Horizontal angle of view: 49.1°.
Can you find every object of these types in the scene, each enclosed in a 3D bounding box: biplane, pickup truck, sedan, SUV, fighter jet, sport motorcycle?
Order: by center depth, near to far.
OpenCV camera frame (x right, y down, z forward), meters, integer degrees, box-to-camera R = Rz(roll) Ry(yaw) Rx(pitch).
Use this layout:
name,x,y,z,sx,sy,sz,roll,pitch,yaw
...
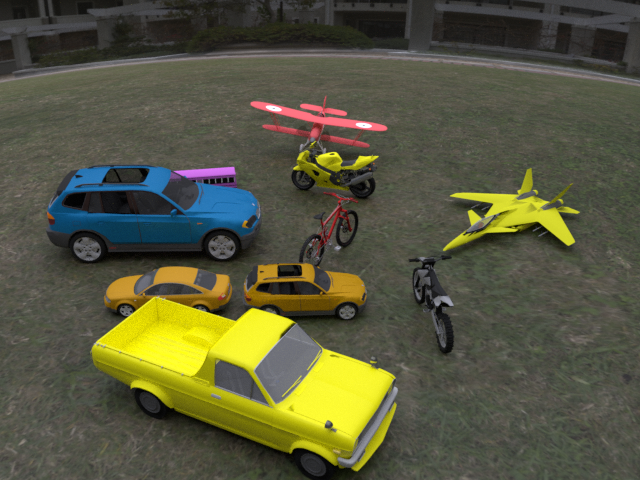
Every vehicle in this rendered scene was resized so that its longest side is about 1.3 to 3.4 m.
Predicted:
name,x,y,z,sx,sy,sz,roll,pitch,yaw
pickup truck,-0.797,1.301,7.109,3.117,0.993,1.244,14,31,23
SUV,-0.191,0.616,8.800,1.572,0.580,0.656,-2,29,-3
sedan,-1.931,0.625,8.884,1.613,0.483,0.635,0,29,1
SUV,-2.387,-0.451,10.187,3.058,1.128,1.276,-1,29,-1
fighter jet,2.774,-0.408,10.703,2.640,0.557,2.229,-22,36,-35
sport motorcycle,0.232,-1.159,11.808,1.520,0.821,0.506,9,30,15
biplane,0.015,-2.246,13.637,2.598,0.981,2.120,3,29,6

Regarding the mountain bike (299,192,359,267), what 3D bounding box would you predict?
name,x,y,z,sx,sy,sz,roll,pitch,yaw
mountain bike,0.148,-0.125,9.860,0.573,0.868,1.469,18,33,29

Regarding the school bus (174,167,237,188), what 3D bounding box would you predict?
name,x,y,z,sx,sy,sz,roll,pitch,yaw
school bus,-2.265,-0.938,11.806,1.708,0.434,0.365,-5,29,-9

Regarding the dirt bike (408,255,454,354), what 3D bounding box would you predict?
name,x,y,z,sx,sy,sz,roll,pitch,yaw
dirt bike,1.347,0.660,8.429,0.527,0.857,1.493,-4,29,-8
